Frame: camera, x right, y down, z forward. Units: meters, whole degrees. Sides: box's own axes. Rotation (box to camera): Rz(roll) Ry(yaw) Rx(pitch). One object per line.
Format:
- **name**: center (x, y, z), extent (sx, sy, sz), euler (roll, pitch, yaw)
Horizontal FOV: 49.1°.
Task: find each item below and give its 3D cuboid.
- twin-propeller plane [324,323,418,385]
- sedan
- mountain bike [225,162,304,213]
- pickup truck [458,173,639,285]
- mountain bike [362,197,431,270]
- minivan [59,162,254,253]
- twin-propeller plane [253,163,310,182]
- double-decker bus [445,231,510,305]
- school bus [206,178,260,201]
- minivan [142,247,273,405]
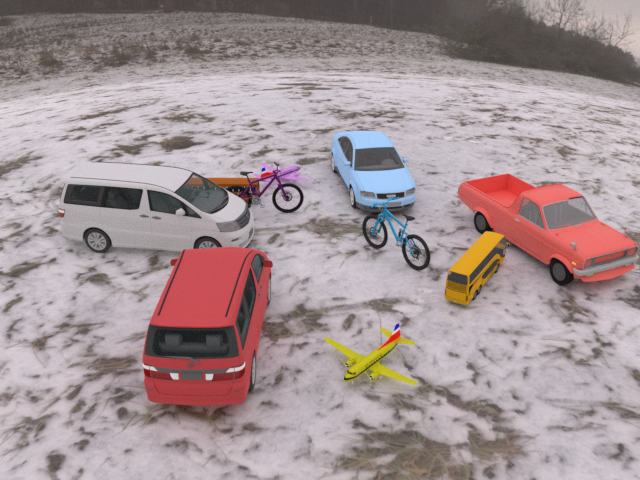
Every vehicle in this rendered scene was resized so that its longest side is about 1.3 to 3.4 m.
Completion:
- **twin-propeller plane**: center (0.638, 1.356, 8.307), extent (1.370, 0.407, 1.095), euler (21, 34, 36)
- **sedan**: center (0.977, -1.465, 13.378), extent (1.235, 0.940, 3.137), euler (-4, 27, -9)
- **mountain bike**: center (-1.017, -0.852, 12.227), extent (1.469, 0.868, 0.573), euler (-3, 27, -6)
- **pickup truck**: center (3.509, -0.362, 11.101), extent (1.244, 0.993, 3.117), euler (-12, 29, -22)
- **mountain bike**: center (1.156, -0.113, 10.741), extent (0.573, 0.868, 1.469), euler (-19, 32, -34)
- **minivan**: center (-2.572, -0.508, 11.165), extent (3.011, 1.197, 1.324), euler (4, 27, 9)
- **twin-propeller plane**: center (-0.769, -1.346, 13.738), extent (1.370, 0.407, 1.095), euler (23, 34, 38)
- **double-decker bus**: center (2.289, 0.368, 10.142), extent (0.389, 0.541, 1.672), euler (16, 30, 28)
- **school bus**: center (-1.963, -0.909, 12.827), extent (1.708, 0.434, 0.365), euler (0, 26, 0)
- **minivan**: center (-1.285, 0.763, 8.613), extent (1.324, 1.197, 3.011), euler (1, 26, 2)
